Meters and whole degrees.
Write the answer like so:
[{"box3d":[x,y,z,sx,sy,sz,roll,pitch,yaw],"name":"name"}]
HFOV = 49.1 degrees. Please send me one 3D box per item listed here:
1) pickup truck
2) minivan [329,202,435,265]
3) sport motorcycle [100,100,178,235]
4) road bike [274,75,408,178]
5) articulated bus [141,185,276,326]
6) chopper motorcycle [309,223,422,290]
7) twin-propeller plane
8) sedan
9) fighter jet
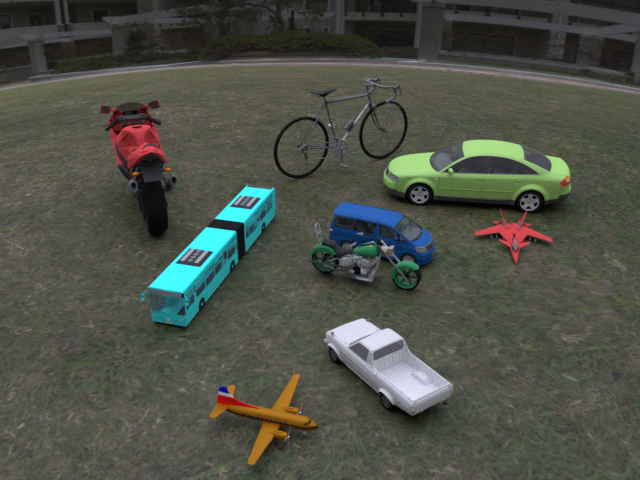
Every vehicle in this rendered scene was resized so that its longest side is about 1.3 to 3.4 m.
[{"box3d":[0.711,1.318,7.648,0.640,0.511,1.603,-17,32,-30],"name":"pickup truck"},{"box3d":[0.917,-0.097,10.245,1.548,0.616,0.681,12,30,22],"name":"minivan"},{"box3d":[-2.902,-1.254,11.402,0.983,1.596,2.955,-10,29,-18],"name":"sport motorcycle"},{"box3d":[0.453,-2.115,12.986,3.004,1.656,0.696,-16,32,-28],"name":"road bike"},{"box3d":[-1.413,0.093,9.940,0.605,0.561,3.401,8,29,14],"name":"articulated bus"},{"box3d":[0.607,0.222,9.477,1.563,0.761,0.466,9,29,17],"name":"chopper motorcycle"},{"box3d":[-0.534,1.713,7.003,1.095,0.407,1.370,8,29,15],"name":"twin-propeller plane"},{"box3d":[2.664,-1.182,11.973,3.137,0.940,1.235,4,28,8],"name":"sedan"},{"box3d":[2.923,-0.056,10.522,1.147,0.286,1.358,5,28,10],"name":"fighter jet"}]
